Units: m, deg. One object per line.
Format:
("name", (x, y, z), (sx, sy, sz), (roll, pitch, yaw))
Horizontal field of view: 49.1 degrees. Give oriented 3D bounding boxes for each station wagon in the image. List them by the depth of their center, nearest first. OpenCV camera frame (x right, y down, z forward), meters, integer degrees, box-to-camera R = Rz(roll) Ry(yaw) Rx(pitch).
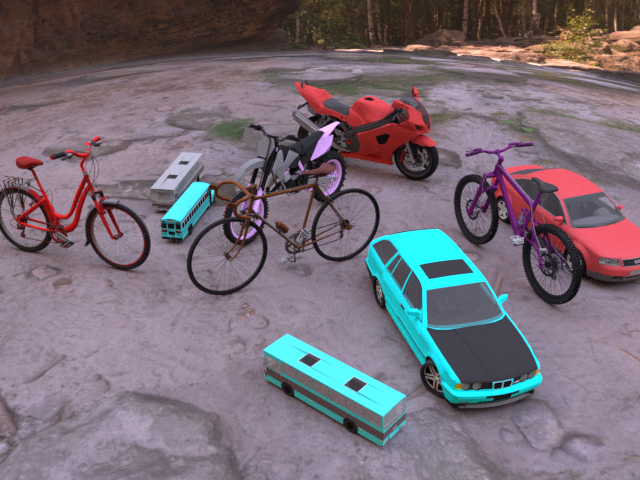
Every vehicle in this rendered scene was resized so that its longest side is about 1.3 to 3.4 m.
("station wagon", (1.542, 0.770, 8.617), (1.327, 0.920, 3.105), (-7, 30, -13))

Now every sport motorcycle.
("sport motorcycle", (0.837, -2.072, 13.103), (2.955, 1.596, 0.983), (14, 32, 24))

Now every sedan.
("sedan", (3.835, -0.432, 10.792), (1.235, 0.940, 3.137), (-10, 30, -18))

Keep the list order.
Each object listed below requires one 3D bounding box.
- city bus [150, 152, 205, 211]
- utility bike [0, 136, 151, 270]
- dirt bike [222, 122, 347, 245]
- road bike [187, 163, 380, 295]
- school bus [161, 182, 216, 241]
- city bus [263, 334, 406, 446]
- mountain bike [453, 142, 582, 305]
("city bus", (-2.492, -1.030, 12.384), (0.476, 0.460, 1.674), (4, 29, 8))
("utility bike", (-3.668, -0.585, 10.135), (2.791, 1.839, 1.039), (9, 30, 17))
("dirt bike", (-0.483, -1.042, 11.150), (1.024, 1.666, 2.903), (22, 35, 34))
("road bike", (-0.423, -0.209, 9.640), (3.004, 1.656, 0.696), (-15, 32, -25))
("school bus", (-2.123, -0.523, 11.485), (0.365, 0.434, 1.708), (5, 29, 9))
("city bus", (0.124, 1.604, 7.574), (1.674, 0.460, 0.476), (22, 36, 34))
("mountain bike", (2.721, -0.338, 9.843), (1.114, 1.688, 2.857), (-11, 31, -20))
